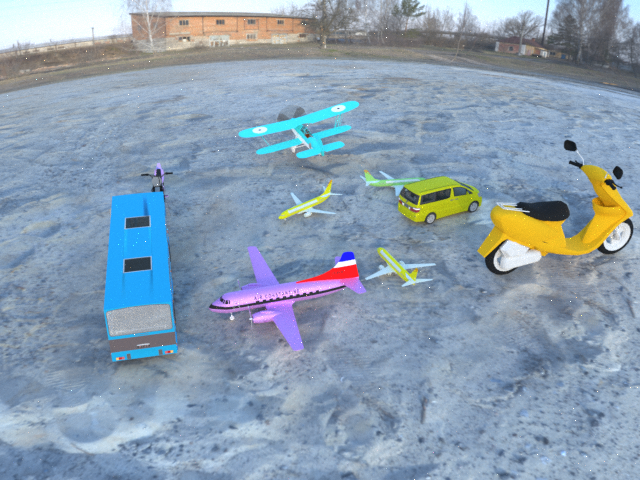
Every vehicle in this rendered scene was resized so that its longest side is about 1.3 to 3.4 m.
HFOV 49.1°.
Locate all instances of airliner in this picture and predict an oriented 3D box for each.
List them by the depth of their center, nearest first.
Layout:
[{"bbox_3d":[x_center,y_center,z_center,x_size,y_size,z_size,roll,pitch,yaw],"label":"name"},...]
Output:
[{"bbox_3d":[1.152,0.319,10.486,1.161,0.429,1.307,-11,31,-19],"label":"airliner"},{"bbox_3d":[-0.235,-0.694,12.327,1.307,0.429,1.161,-24,37,-37],"label":"airliner"},{"bbox_3d":[1.433,-1.171,13.193,1.307,0.429,1.161,-5,29,-10],"label":"airliner"}]

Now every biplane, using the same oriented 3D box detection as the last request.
[{"bbox_3d":[-0.313,-2.112,14.332,2.598,0.981,2.120,-10,30,-17],"label":"biplane"}]

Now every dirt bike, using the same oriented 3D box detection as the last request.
[{"bbox_3d":[-2.776,-0.833,12.136,0.527,0.857,1.493,-5,29,-9],"label":"dirt bike"}]

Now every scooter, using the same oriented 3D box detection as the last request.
[{"bbox_3d":[3.638,-0.414,10.410,2.721,1.786,1.288,-9,30,-16],"label":"scooter"}]

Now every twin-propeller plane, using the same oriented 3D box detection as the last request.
[{"bbox_3d":[-0.469,0.634,9.538,2.129,0.792,2.663,-9,30,-15],"label":"twin-propeller plane"}]

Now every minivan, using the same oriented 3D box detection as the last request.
[{"bbox_3d":[2.132,-0.759,12.252,1.548,0.616,0.681,-15,32,-25],"label":"minivan"}]

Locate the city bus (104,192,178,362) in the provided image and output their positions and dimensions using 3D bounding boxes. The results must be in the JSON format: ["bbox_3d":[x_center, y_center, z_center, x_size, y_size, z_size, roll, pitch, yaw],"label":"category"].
[{"bbox_3d":[-2.504,0.413,9.834,0.926,0.894,3.255,-6,29,-11],"label":"city bus"}]
